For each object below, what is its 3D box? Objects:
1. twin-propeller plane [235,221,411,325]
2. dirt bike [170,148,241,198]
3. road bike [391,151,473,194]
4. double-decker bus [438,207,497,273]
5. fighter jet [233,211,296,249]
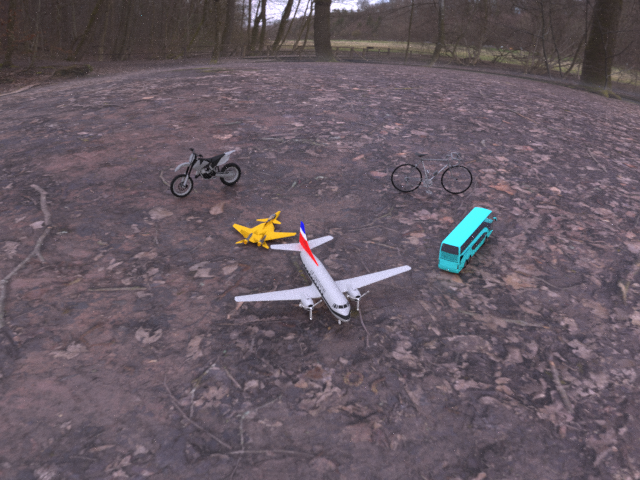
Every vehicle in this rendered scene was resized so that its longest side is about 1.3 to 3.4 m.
[{"bbox_3d":[0.022,0.476,10.157,2.663,0.792,2.129,-9,30,-17],"label":"twin-propeller plane"},{"bbox_3d":[-2.182,-1.323,13.394,1.493,0.857,0.527,-18,33,-29],"label":"dirt bike"},{"bbox_3d":[2.132,-1.277,13.315,1.545,0.852,0.358,2,29,4],"label":"road bike"},{"bbox_3d":[2.402,-0.034,11.355,0.389,0.541,1.672,16,32,27],"label":"double-decker bus"},{"bbox_3d":[-0.927,-0.291,12.095,1.147,0.286,1.358,9,30,15],"label":"fighter jet"}]
